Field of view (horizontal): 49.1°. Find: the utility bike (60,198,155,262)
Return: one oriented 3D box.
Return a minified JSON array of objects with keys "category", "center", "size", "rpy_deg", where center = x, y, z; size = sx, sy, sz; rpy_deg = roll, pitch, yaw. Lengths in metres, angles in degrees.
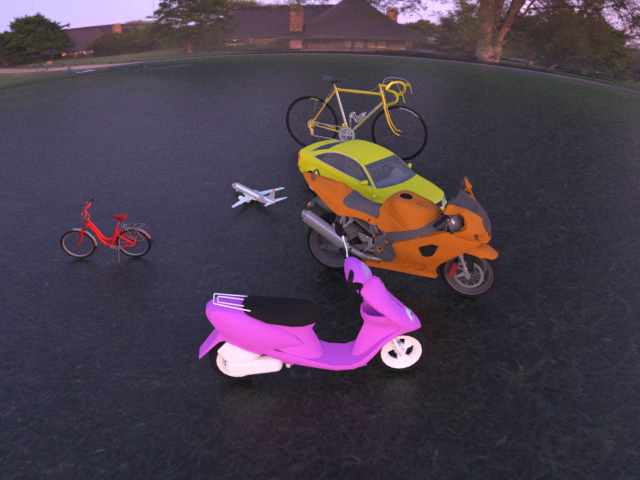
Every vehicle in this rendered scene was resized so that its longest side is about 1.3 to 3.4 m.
[{"category":"utility bike","center":[-3.253,-0.097,10.593],"size":[1.435,0.946,0.535],"rpy_deg":[-1,30,-2]}]

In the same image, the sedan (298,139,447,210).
[{"category":"sedan","center":[0.882,-1.139,12.438],"size":[1.235,0.940,3.137],"rpy_deg":[-23,37,-35]}]

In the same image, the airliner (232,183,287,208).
[{"category":"airliner","center":[-1.193,-0.902,12.538],"size":[1.161,0.429,1.307],"rpy_deg":[-24,38,-36]}]

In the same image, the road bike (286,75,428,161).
[{"category":"road bike","center":[0.706,-2.485,14.090],"size":[3.004,1.656,0.697],"rpy_deg":[10,31,17]}]

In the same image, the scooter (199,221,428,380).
[{"category":"scooter","center":[-0.055,0.857,8.055],"size":[2.721,1.786,1.288],"rpy_deg":[-2,30,-4]}]

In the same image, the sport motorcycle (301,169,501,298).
[{"category":"sport motorcycle","center":[1.125,-0.101,9.939],"size":[2.955,1.596,0.983],"rpy_deg":[11,31,19]}]
